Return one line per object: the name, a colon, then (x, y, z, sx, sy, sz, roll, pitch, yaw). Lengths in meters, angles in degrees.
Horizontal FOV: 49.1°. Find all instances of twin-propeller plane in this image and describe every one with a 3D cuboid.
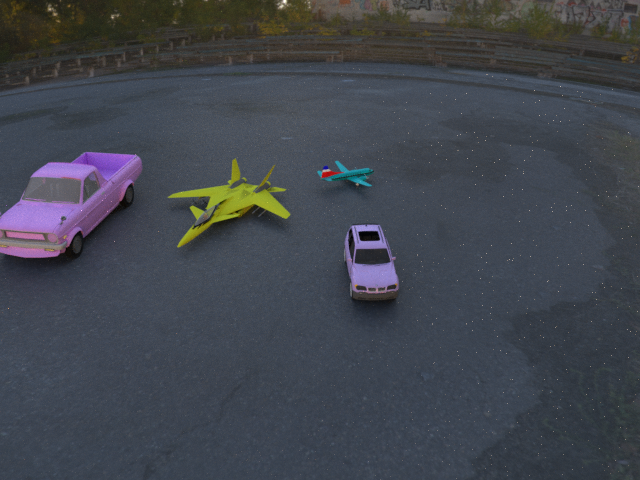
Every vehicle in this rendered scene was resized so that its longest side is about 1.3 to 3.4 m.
twin-propeller plane: (0.515, -1.237, 12.812, 1.095, 0.407, 1.370, -12, 30, -22)

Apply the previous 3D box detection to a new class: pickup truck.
pickup truck: (-3.942, -0.734, 11.191, 1.244, 0.993, 3.117, 4, 28, 9)

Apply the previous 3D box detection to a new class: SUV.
SUV: (0.691, 0.273, 9.681, 0.656, 0.580, 1.572, -1, 27, -3)

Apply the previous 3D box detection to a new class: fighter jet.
fighter jet: (-1.616, -0.603, 11.413, 2.229, 0.557, 2.640, 10, 29, 20)
